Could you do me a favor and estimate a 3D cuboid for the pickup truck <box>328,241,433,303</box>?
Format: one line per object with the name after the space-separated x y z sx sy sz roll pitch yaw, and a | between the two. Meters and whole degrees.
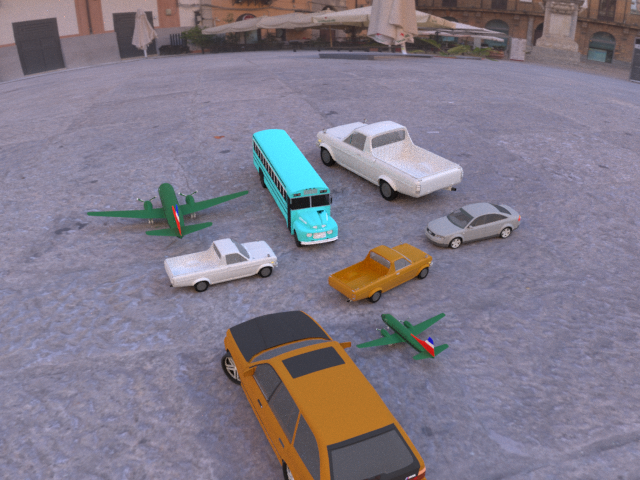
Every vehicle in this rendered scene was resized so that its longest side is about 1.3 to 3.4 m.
0.884 0.412 9.979 1.603 0.511 0.640 -22 36 -33 | pickup truck

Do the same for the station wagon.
-0.095 1.605 7.446 1.327 0.920 3.105 -12 32 -21 | station wagon

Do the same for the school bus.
-0.480 -0.962 12.077 0.709 0.844 3.322 -9 31 -15 | school bus

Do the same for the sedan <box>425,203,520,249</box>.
2.454 -0.286 11.246 1.613 0.483 0.635 -11 31 -19 | sedan

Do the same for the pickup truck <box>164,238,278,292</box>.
-1.432 0.309 10.161 1.603 0.511 0.640 -12 32 -20 | pickup truck

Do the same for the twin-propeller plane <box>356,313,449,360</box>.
1.090 1.152 8.772 1.370 0.407 1.095 -16 33 -26 | twin-propeller plane

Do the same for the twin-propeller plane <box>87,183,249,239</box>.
-2.433 -0.587 11.465 2.663 0.792 2.129 -9 31 -16 | twin-propeller plane

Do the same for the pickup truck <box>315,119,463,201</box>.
1.209 -1.616 13.085 1.244 0.993 3.117 -19 35 -30 | pickup truck
